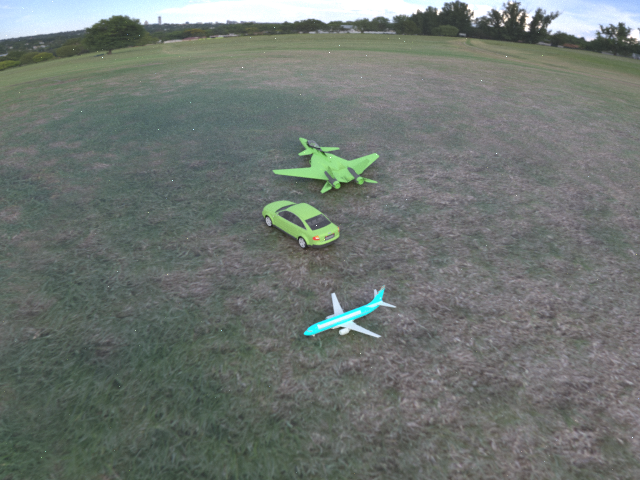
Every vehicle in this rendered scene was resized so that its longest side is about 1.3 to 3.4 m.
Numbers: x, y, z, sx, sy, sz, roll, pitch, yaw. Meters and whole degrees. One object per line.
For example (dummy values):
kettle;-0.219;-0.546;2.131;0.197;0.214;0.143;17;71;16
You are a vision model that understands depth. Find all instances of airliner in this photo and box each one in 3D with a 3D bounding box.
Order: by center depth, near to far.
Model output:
airliner;0.352;0.963;9.401;1.307;0.429;1.161;-16;34;-26

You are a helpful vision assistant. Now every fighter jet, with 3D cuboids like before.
fighter jet;0.064;-1.733;13.932;2.229;0.557;2.640;-12;32;-19

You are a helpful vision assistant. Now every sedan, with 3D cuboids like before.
sedan;-0.346;-0.343;11.604;0.635;0.483;1.613;-23;37;-34
